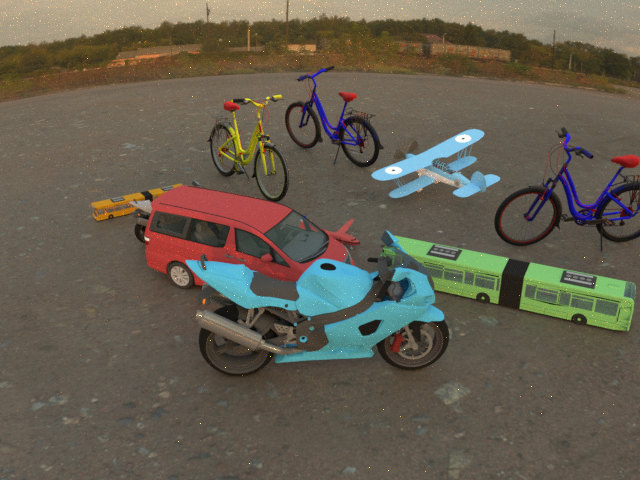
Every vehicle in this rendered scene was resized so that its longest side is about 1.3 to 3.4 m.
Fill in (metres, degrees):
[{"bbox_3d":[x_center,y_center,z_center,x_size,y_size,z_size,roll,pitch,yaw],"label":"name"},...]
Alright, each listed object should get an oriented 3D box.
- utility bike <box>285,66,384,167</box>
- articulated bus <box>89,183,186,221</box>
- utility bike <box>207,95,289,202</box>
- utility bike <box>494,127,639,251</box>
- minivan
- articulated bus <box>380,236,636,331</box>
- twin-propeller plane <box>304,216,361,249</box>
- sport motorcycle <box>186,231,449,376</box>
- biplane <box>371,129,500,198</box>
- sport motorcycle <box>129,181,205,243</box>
[{"bbox_3d":[0.167,-2.533,14.422,2.791,1.839,1.039,23,35,38],"label":"utility bike"},{"bbox_3d":[-3.172,-0.685,12.440,1.749,0.289,0.311,-16,31,-29],"label":"articulated bus"},{"bbox_3d":[-1.327,-1.886,13.117,1.039,1.839,2.791,-19,32,-33],"label":"utility bike"},{"bbox_3d":[4.112,-0.695,10.718,2.791,1.839,1.039,-2,26,-5],"label":"utility bike"},{"bbox_3d":[-0.981,0.094,9.850,3.011,1.197,1.324,12,29,22],"label":"minivan"},{"bbox_3d":[2.480,0.556,9.634,3.401,0.561,0.605,12,29,22],"label":"articulated bus"},{"bbox_3d":[0.149,-0.115,11.160,1.095,0.407,1.370,13,29,24],"label":"twin-propeller plane"},{"bbox_3d":[0.025,0.825,7.927,2.955,1.596,0.983,-1,26,-2],"label":"sport motorcycle"},{"bbox_3d":[2.198,-1.216,12.733,2.598,0.981,2.120,-17,31,-31],"label":"biplane"},{"bbox_3d":[-2.301,-0.432,11.333,1.520,0.821,0.506,-14,30,-26],"label":"sport motorcycle"}]
